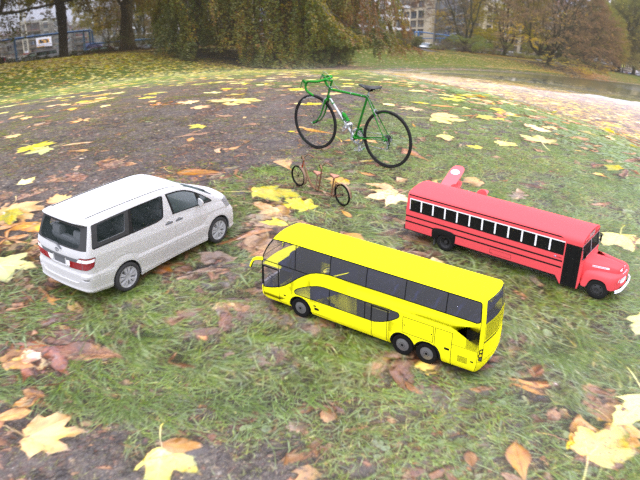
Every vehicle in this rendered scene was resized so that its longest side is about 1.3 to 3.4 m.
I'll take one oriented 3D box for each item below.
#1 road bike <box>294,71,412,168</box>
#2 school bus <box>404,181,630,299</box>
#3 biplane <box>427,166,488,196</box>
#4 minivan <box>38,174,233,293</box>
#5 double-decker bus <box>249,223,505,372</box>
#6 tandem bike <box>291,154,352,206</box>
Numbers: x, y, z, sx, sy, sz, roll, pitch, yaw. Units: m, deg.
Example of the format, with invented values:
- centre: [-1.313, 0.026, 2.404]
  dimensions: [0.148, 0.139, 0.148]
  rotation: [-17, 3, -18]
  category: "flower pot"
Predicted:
- centre: [0.610, -2.460, 14.169]
  dimensions: [3.004, 1.656, 0.696]
  rotation: [20, 33, 35]
  category: "road bike"
- centre: [2.833, -0.069, 10.268]
  dimensions: [3.322, 0.844, 0.709]
  rotation: [19, 32, 34]
  category: "school bus"
- centre: [2.352, -0.819, 12.159]
  dimensions: [1.090, 0.504, 1.336]
  rotation: [14, 29, 25]
  category: "biplane"
- centre: [-2.592, -0.291, 10.317]
  dimensions: [1.324, 1.197, 3.011]
  rotation: [17, 31, 31]
  category: "minivan"
- centre: [0.629, 0.616, 8.656]
  dimensions: [3.251, 1.052, 0.756]
  rotation: [17, 31, 30]
  category: "double-decker bus"
- centre: [0.001, -1.109, 12.544]
  dimensions: [0.283, 0.682, 1.642]
  rotation: [-21, 33, -36]
  category: "tandem bike"
